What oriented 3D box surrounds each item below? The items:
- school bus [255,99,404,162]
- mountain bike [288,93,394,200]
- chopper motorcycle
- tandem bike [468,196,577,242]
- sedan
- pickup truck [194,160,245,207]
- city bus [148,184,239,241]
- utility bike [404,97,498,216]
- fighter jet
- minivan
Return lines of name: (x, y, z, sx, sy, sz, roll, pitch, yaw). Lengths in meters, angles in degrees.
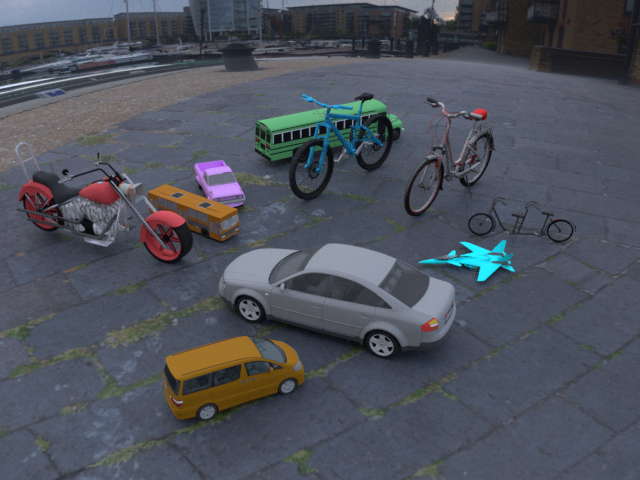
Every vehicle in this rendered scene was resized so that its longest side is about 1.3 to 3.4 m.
school bus: (0.278, -2.275, 14.361, 3.322, 0.844, 0.709, -17, 33, -28)
mountain bike: (0.447, -1.805, 12.604, 1.114, 1.688, 2.857, 23, 36, 36)
chopper motorcycle: (-3.312, -0.567, 10.534, 3.040, 1.480, 0.906, 11, 30, 20)
tandem bike: (3.156, -0.315, 10.906, 1.642, 0.682, 0.283, 5, 29, 9)
sedan: (0.164, 0.592, 8.957, 3.137, 0.940, 1.235, 12, 31, 21)
pickup truck: (-1.805, -1.046, 12.438, 0.640, 0.511, 1.603, -10, 30, -17)
city bus: (-2.067, -0.438, 11.367, 1.674, 0.460, 0.476, 19, 34, 31)
utility bike: (2.381, -1.494, 11.870, 1.039, 1.839, 2.791, 23, 36, 36)
fighter jet: (2.128, 0.242, 10.291, 1.358, 0.286, 1.147, -1, 28, -2)
minivan: (-0.933, 1.442, 7.727, 1.548, 0.616, 0.681, -13, 31, -23)
